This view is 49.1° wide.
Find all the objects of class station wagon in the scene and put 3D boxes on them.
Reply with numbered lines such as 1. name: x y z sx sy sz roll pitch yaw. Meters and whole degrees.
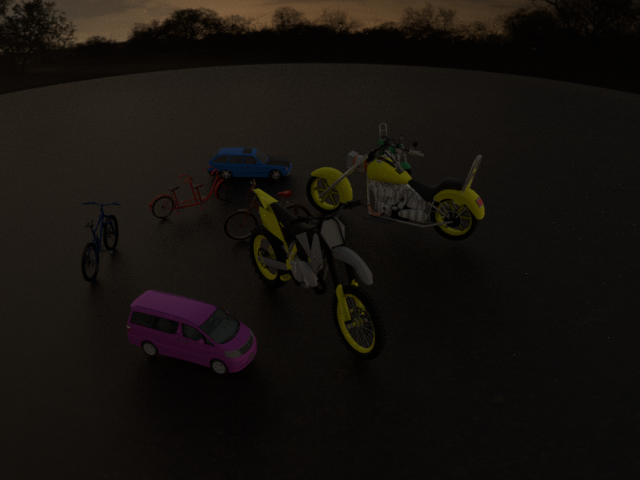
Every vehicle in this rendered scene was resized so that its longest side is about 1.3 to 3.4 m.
1. station wagon: -1.339 -1.489 13.410 1.597 0.473 0.682 1 27 2

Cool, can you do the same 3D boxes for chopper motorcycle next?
1. chopper motorcycle: 1.144 -0.887 11.150 3.040 1.480 0.906 14 31 26
2. chopper motorcycle: 1.420 -1.670 13.448 0.466 0.761 1.563 -7 28 -13

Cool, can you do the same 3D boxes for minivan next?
1. minivan: -1.514 1.071 8.304 1.548 0.616 0.681 10 29 19

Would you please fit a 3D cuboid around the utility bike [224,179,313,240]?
1. utility bike: -0.783 -0.437 10.860 1.435 0.946 0.535 -7 28 -14

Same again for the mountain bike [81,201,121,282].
1. mountain bike: -3.197 -0.034 10.165 0.573 0.868 1.469 1 27 3

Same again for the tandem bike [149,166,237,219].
1. tandem bike: -2.143 -0.827 11.903 1.642 0.682 0.283 -19 33 -32

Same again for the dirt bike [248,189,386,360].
1. dirt bike: -0.119 0.260 8.727 1.024 1.666 2.903 -18 32 -31
